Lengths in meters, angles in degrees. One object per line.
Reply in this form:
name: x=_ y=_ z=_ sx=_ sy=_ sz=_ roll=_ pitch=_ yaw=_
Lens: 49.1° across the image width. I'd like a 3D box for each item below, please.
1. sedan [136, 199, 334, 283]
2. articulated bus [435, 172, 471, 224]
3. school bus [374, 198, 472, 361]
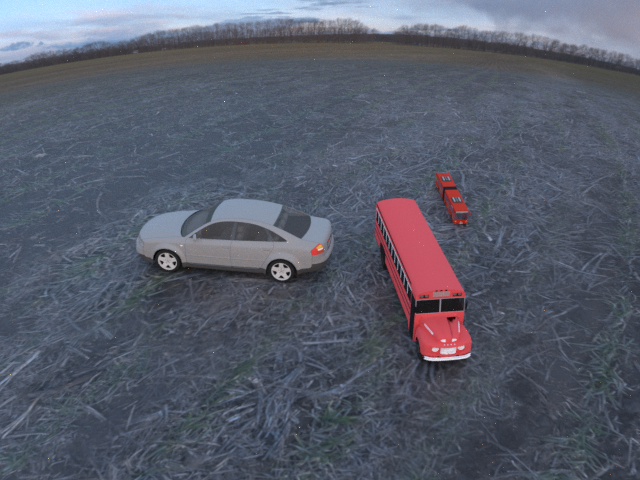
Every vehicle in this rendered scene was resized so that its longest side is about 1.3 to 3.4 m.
sedan: x=-1.352 y=-0.102 z=10.990 sx=3.137 sy=0.940 sz=1.235 roll=4 pitch=29 yaw=8
articulated bus: x=2.420 y=-0.798 z=12.928 sx=0.311 sy=0.289 sz=1.749 roll=-1 pitch=29 yaw=-2
school bus: x=1.414 y=0.473 z=10.044 sx=0.709 sy=0.844 sz=3.322 roll=-3 pitch=29 yaw=-6
